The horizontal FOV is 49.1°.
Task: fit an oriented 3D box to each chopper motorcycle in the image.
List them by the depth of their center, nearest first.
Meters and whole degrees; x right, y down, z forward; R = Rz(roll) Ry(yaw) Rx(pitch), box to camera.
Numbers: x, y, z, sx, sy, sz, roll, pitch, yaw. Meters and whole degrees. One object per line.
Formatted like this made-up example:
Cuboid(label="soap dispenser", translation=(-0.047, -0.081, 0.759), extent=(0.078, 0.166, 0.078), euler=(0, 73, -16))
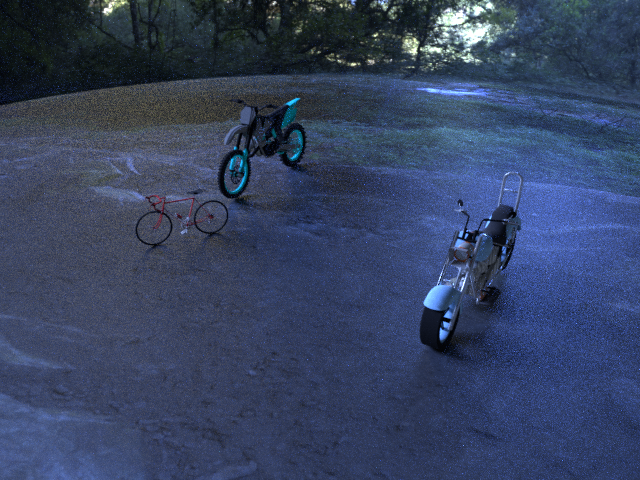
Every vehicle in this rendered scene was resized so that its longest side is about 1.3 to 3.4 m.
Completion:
Cuboid(label="chopper motorcycle", translation=(2.075, 0.199, 9.307), extent=(0.906, 1.480, 3.040), euler=(15, 30, 28))

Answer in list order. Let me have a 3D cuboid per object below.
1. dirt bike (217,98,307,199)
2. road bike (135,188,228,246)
Cuboid(label="dirt bike", translation=(-1.047, -1.905, 13.401), extent=(1.024, 1.666, 2.903), euler=(14, 29, 27))
Cuboid(label="road bike", translation=(-2.209, -0.395, 11.239), extent=(1.545, 0.852, 0.358), euler=(-13, 29, -24))
